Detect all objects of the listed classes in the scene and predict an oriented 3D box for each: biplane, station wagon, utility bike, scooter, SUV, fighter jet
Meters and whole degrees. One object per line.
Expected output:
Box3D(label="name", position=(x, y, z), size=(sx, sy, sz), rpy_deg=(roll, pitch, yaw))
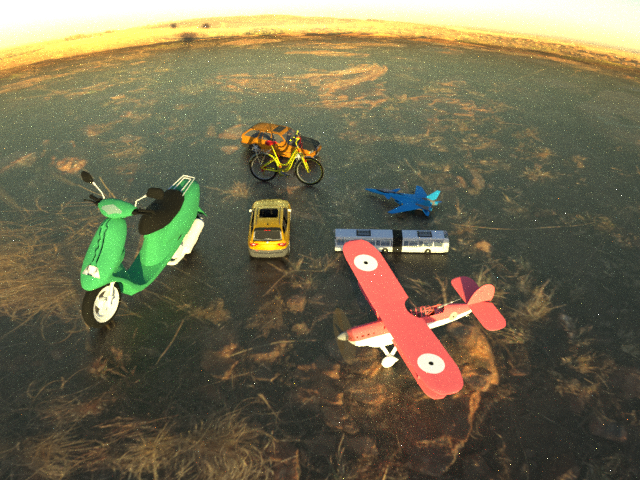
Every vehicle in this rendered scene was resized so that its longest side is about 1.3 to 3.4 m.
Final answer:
Box3D(label="biplane", position=(1.204, 0.984, 8.476), size=(2.120, 0.981, 2.598), rpy_deg=(-12, 33, -18))
Box3D(label="station wagon", position=(-0.759, -1.961, 13.768), size=(1.597, 0.473, 0.682), rpy_deg=(14, 34, 22))
Box3D(label="utility bike", position=(-0.621, -1.475, 12.523), size=(1.435, 0.946, 0.535), rpy_deg=(6, 32, 10))
Box3D(label="scooter", position=(-2.397, -0.152, 9.558), size=(1.288, 1.786, 2.721), rpy_deg=(13, 34, 21))
Box3D(label="SUV", position=(-0.779, -0.272, 10.909), size=(0.656, 0.580, 1.572), rpy_deg=(-1, 31, -1))
Box3D(label="fighter jet", position=(1.371, -0.792, 12.040), size=(1.358, 0.286, 1.147), rpy_deg=(18, 36, 27))

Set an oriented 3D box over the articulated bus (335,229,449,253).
Box3D(label="articulated bus", position=(1.080, 0.011, 10.725), size=(1.749, 0.289, 0.311), rpy_deg=(1, 32, 2))
